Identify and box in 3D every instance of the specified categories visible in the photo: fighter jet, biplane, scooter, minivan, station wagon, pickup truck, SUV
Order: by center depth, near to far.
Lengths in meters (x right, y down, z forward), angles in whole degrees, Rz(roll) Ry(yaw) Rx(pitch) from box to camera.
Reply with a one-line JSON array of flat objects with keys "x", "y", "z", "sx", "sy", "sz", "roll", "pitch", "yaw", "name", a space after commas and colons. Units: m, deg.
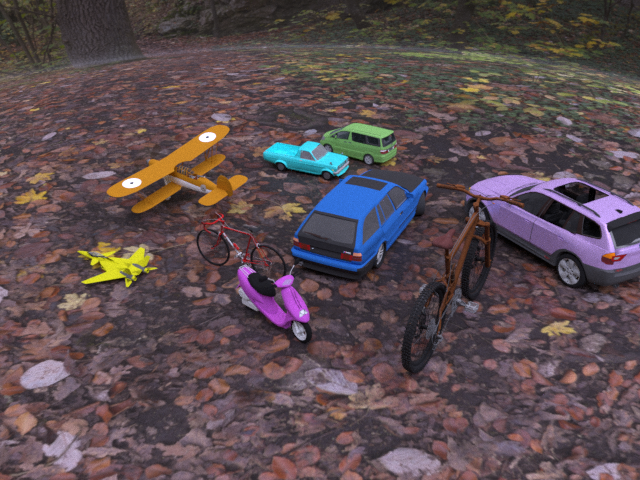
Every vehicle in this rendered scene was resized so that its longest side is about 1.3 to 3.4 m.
[{"x": -0.600, "y": 0.674, "z": 8.822, "sx": 0.662, "sy": 0.919, "sz": 1.399, "roll": -26, "pitch": 38, "yaw": -38, "name": "scooter"}, {"x": -3.076, "y": 0.271, "z": 10.178, "sx": 1.358, "sy": 0.286, "sz": 1.147, "roll": 17, "pitch": 34, "yaw": 28, "name": "fighter jet"}, {"x": 3.510, "y": -0.368, "z": 10.454, "sx": 1.276, "sy": 1.128, "sz": 3.058, "roll": -16, "pitch": 33, "yaw": -26, "name": "SUV"}, {"x": 0.736, "y": -0.503, "z": 10.904, "sx": 1.327, "sy": 0.920, "sz": 3.105, "roll": 14, "pitch": 32, "yaw": 23, "name": "station wagon"}, {"x": -2.252, "y": -1.030, "z": 11.774, "sx": 2.120, "sy": 0.981, "sz": 2.598, "roll": 21, "pitch": 36, "yaw": 32, "name": "biplane"}, {"x": -0.264, "y": -1.564, "z": 13.198, "sx": 1.603, "sy": 0.511, "sz": 0.640, "roll": 13, "pitch": 32, "yaw": 22, "name": "pickup truck"}, {"x": 0.733, "y": -1.950, "z": 13.773, "sx": 1.548, "sy": 0.616, "sz": 0.681, "roll": 19, "pitch": 34, "yaw": 29, "name": "minivan"}]

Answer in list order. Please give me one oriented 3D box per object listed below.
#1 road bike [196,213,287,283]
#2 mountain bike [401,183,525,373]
[{"x": -1.137, "y": 0.110, "z": 9.889, "sx": 1.545, "sy": 0.852, "sz": 0.358, "roll": 15, "pitch": 33, "yaw": 25, "name": "road bike"}, {"x": 1.682, "y": 0.372, "z": 8.574, "sx": 1.114, "sy": 1.688, "sz": 2.857, "roll": 17, "pitch": 34, "yaw": 27, "name": "mountain bike"}]
